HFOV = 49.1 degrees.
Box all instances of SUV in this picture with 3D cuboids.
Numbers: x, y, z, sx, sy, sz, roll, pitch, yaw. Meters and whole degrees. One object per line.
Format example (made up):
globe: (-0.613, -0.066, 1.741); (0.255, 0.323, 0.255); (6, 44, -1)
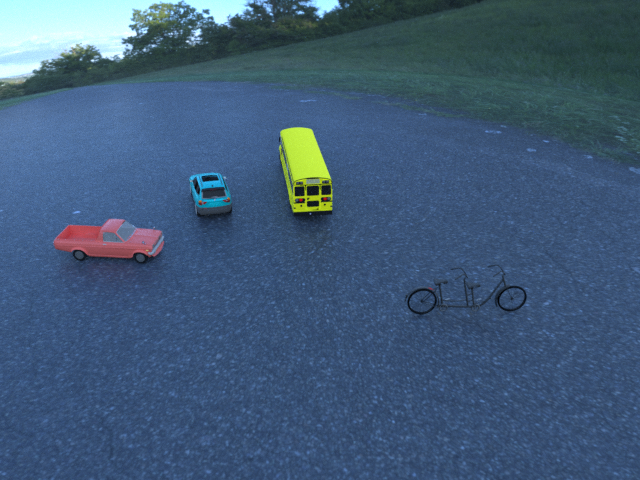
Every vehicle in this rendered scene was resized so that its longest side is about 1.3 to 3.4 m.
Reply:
SUV: (-1.972, -0.916, 12.524); (0.656, 0.580, 1.572); (-7, 27, -13)

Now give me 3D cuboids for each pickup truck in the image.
pickup truck: (-3.251, -0.023, 10.815); (1.603, 0.511, 0.640); (3, 27, 5)

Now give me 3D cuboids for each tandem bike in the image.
tandem bike: (1.936, 0.672, 9.235); (1.642, 0.682, 0.283); (-1, 27, -3)

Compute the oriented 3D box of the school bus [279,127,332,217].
school bus: (-0.327, -1.374, 13.143); (0.709, 0.844, 3.322); (-3, 27, -7)
